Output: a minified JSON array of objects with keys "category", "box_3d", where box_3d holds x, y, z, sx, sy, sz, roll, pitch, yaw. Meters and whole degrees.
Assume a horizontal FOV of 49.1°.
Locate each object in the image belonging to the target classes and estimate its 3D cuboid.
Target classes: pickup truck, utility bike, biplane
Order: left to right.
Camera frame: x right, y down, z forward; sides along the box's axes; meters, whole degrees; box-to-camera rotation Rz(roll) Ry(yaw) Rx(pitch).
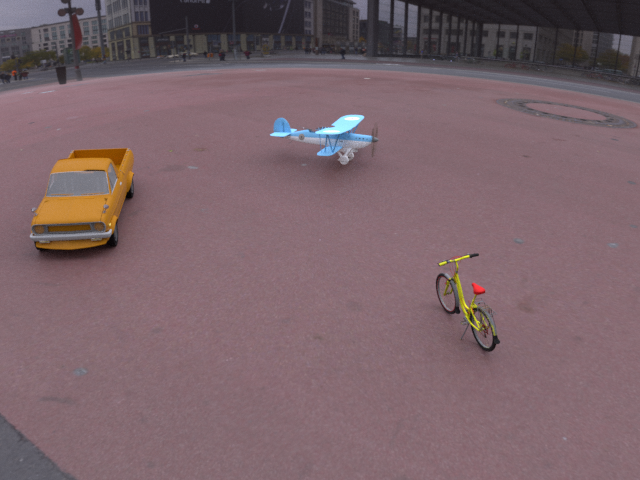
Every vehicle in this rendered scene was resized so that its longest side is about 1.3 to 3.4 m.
[{"category":"pickup truck","box_3d":[-3.767,-0.840,11.339,1.244,0.993,3.117,-3,27,-6]},{"category":"biplane","box_3d":[0.112,-2.022,13.696,2.120,0.981,2.598,7,28,13]},{"category":"utility bike","box_3d":[1.705,0.694,8.350,0.535,0.946,1.435,-9,28,-18]}]
